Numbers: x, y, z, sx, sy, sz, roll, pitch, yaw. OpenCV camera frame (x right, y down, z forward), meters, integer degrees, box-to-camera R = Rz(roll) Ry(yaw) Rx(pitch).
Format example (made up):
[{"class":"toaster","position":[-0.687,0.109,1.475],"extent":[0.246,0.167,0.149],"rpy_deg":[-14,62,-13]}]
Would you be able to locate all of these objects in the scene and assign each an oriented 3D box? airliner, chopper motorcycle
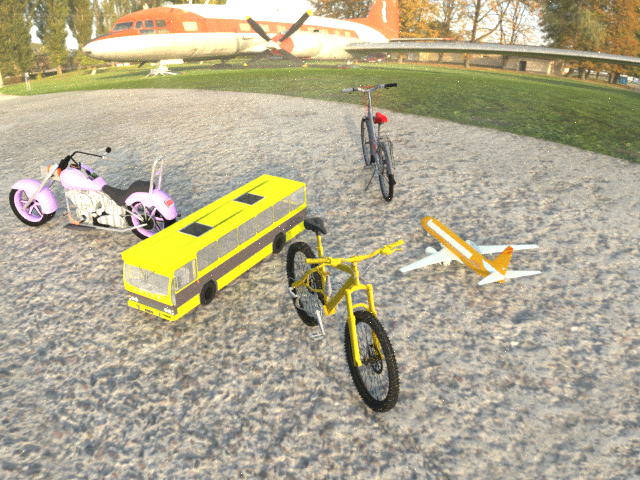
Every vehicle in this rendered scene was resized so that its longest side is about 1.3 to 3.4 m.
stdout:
[{"class":"airliner","position":[2.092,-0.027,10.290],"extent":[2.257,0.835,2.541],"rpy_deg":[-9,28,-18]},{"class":"chopper motorcycle","position":[-3.653,-0.769,11.058],"extent":[3.040,1.480,0.906],"rpy_deg":[9,28,17]}]

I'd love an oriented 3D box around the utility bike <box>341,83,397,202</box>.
[{"class":"utility bike","position":[0.949,-1.880,12.890],"extent":[1.039,1.839,2.791],"rpy_deg":[-3,27,-7]}]

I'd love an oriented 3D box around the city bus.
[{"class":"city bus","position":[-1.373,0.027,10.114],"extent":[0.926,0.894,3.255],"rpy_deg":[15,30,27]}]

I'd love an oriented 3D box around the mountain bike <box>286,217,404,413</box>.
[{"class":"mountain bike","position":[0.166,0.649,7.971],"extent":[1.114,1.688,2.857],"rpy_deg":[-11,29,-21]}]
